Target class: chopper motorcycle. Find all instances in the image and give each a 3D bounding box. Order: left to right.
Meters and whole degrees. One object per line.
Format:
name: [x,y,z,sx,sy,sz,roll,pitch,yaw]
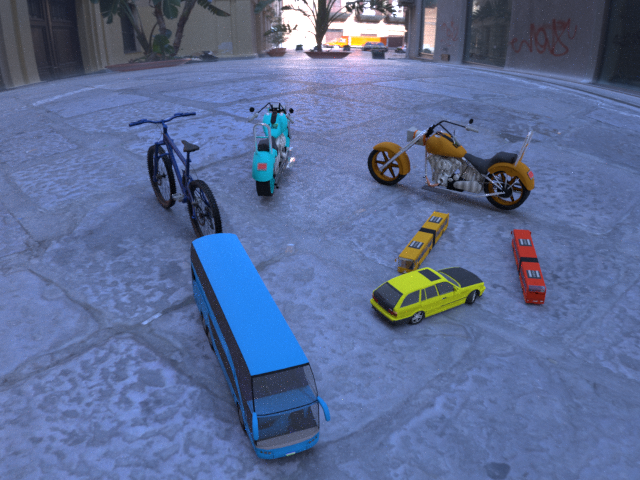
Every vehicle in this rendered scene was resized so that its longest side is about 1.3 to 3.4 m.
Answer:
chopper motorcycle: [-0.852,-1.905,13.031,0.906,1.480,3.040,2,28,4]
chopper motorcycle: [2.224,-1.427,12.134,3.040,1.480,0.906,16,32,28]

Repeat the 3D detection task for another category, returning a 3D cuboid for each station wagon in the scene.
station wagon: [1.465,0.653,9.300,1.597,0.473,0.682,-15,32,-26]

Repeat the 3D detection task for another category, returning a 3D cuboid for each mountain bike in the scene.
mountain bike: [-2.219,-0.995,11.103,1.114,1.688,2.857,-16,32,-28]

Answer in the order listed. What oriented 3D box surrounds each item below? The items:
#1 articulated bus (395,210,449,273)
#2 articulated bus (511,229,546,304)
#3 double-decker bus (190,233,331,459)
articulated bus: [1.595,0.013,10.699,0.311,0.289,1.749,13,31,23]
articulated bus: [2.986,0.349,10.067,0.311,0.289,1.749,4,28,7]
double-decker bus: [-0.819,1.072,7.898,0.756,1.052,3.251,-10,30,-18]
